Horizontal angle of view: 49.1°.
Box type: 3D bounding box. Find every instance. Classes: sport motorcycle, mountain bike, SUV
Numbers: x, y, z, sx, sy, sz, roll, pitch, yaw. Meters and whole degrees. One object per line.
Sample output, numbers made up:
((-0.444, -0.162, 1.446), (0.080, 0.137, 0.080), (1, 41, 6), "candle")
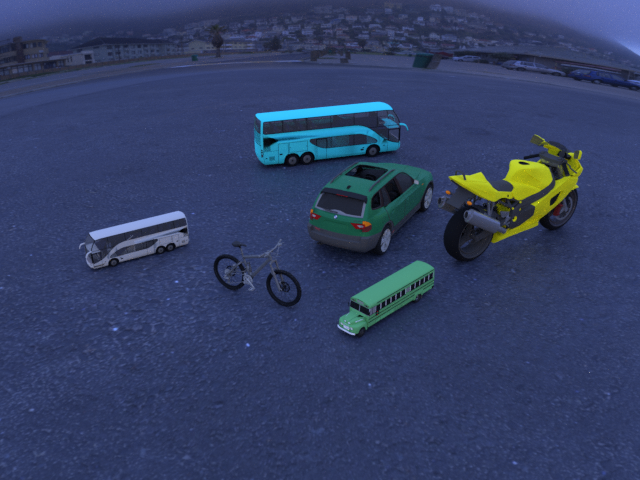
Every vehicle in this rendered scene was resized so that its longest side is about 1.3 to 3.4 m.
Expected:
((3.115, -0.650, 11.098), (2.955, 1.596, 0.983), (-16, 31, -29), "sport motorcycle")
((-0.901, 0.428, 9.802), (1.469, 0.868, 0.573), (14, 31, 26), "mountain bike")
((0.935, -0.766, 11.833), (1.276, 1.128, 3.058), (14, 30, 25), "SUV")

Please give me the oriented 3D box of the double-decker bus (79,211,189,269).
((-2.887, 0.001, 10.987), (1.672, 0.541, 0.389), (-16, 31, -29), "double-decker bus")

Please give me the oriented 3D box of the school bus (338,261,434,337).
((0.920, 0.788, 9.576), (0.365, 0.434, 1.708), (24, 36, 39), "school bus")

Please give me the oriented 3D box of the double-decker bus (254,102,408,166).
((0.230, -2.262, 14.819), (3.251, 1.052, 0.756), (-9, 28, -16), "double-decker bus")
